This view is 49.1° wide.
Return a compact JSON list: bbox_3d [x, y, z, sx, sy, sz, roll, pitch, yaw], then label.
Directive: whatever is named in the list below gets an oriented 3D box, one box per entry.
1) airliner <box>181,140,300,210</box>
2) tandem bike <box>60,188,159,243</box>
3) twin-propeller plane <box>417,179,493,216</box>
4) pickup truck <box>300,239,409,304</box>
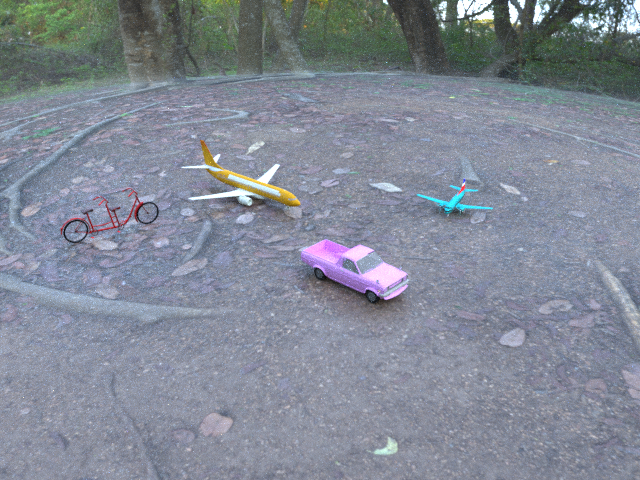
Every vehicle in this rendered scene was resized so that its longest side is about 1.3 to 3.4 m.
[{"bbox_3d":[-1.323,-1.181,12.710,2.541,0.835,2.257,20,32,35],"label":"airliner"},{"bbox_3d":[-3.389,-0.416,11.324,1.642,0.682,0.283,-18,31,-32],"label":"tandem bike"},{"bbox_3d":[2.386,-0.739,12.296,1.370,0.407,1.095,13,29,24],"label":"twin-propeller plane"},{"bbox_3d":[0.473,0.363,9.931,1.603,0.511,0.640,22,34,37],"label":"pickup truck"}]
